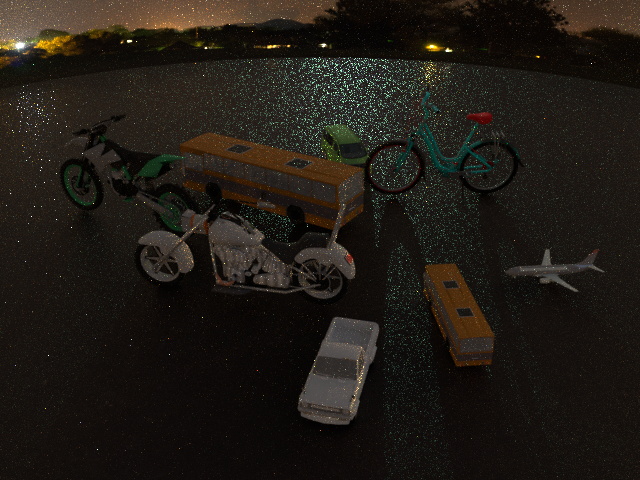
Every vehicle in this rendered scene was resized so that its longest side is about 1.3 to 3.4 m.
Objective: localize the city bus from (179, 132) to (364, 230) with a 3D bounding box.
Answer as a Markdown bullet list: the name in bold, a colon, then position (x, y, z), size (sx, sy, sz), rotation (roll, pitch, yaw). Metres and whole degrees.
- **city bus**: position (-0.868, -1.002, 11.811), size (3.255, 0.894, 0.926), rotation (17, 32, 28)

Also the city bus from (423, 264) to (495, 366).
- **city bus**: position (1.683, 0.909, 8.680), size (0.476, 0.460, 1.674), rotation (-3, 28, -5)

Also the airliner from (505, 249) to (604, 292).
- **airliner**: position (3.248, 0.335, 9.792), size (1.307, 0.429, 1.161), rotation (-1, 28, -3)

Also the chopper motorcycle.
- **chopper motorcycle**: position (-1.033, 0.075, 9.162), size (3.040, 1.480, 0.906), rotation (7, 29, 12)

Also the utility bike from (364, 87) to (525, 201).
- **utility bike**: position (2.160, -1.551, 11.837), size (2.791, 1.839, 1.039), rotation (-1, 28, -2)

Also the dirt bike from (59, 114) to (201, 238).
- **dirt bike**: position (-3.090, -1.004, 10.991), size (2.903, 1.666, 1.024), rotation (15, 31, 26)

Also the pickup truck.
- **pickup truck**: position (0.239, 1.366, 7.766), size (0.640, 0.511, 1.603), rotation (7, 29, 13)

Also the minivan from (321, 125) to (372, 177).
- **minivan**: position (0.498, -1.697, 13.414), size (0.681, 0.616, 1.548), rotation (-8, 29, -15)
